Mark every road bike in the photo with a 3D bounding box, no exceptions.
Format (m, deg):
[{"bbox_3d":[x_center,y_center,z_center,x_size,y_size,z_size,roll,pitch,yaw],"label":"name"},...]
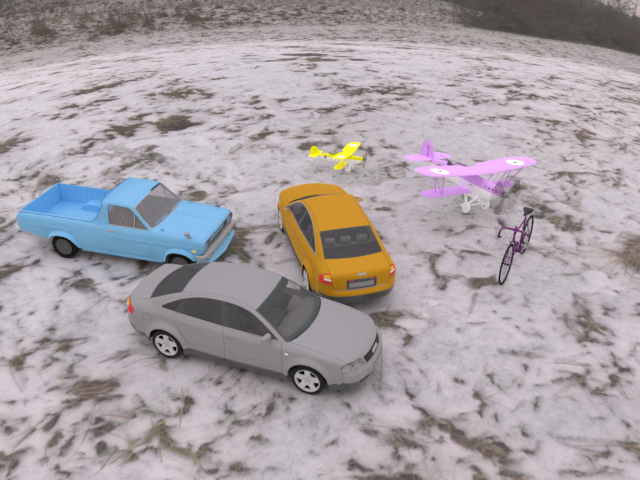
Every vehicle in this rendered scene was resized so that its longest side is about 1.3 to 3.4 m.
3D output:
[{"bbox_3d":[2.811,0.021,9.929,0.358,0.852,1.545,17,34,26],"label":"road bike"}]

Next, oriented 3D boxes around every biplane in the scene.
[{"bbox_3d":[2.395,-1.095,11.711,2.598,0.981,2.120,-18,35,-28],"label":"biplane"},{"bbox_3d":[0.342,-1.540,12.946,1.090,0.504,1.336,9,31,15],"label":"biplane"}]

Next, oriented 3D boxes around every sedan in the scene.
[{"bbox_3d":[0.151,-0.178,10.182,1.235,0.940,3.137,-7,31,-12],"label":"sedan"},{"bbox_3d":[-0.798,0.898,8.339,3.137,0.940,1.235,11,32,18],"label":"sedan"}]

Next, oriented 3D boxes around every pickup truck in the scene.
[{"bbox_3d":[-2.873,-0.336,10.399,3.117,0.993,1.244,8,31,14],"label":"pickup truck"}]
